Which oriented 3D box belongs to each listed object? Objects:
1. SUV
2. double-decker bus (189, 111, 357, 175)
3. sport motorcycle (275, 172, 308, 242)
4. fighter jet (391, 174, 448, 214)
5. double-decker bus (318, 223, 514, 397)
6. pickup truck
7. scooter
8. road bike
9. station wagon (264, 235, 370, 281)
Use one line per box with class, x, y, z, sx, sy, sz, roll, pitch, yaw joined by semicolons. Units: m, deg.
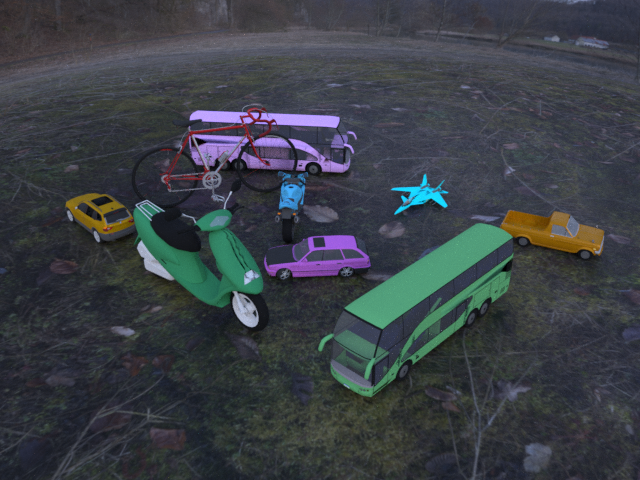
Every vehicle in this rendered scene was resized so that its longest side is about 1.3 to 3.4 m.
SUV;-3.696;-0.471;11.720;0.656;0.580;1.572;-25;38;-36
double-decker bus;-0.929;-1.916;13.745;3.251;1.052;0.756;3;30;6
sport motorcycle;-0.480;-0.594;11.693;0.506;0.821;1.520;2;30;3
fighter jet;1.718;-0.787;12.560;1.147;0.286;1.358;22;37;33
double-decker bus;1.369;0.836;8.994;0.756;1.052;3.251;26;39;37
pickup truck;3.735;-0.159;11.251;1.603;0.511;0.640;13;33;22
scooter;-1.709;0.082;9.562;2.721;1.786;1.288;23;37;35
road bike;-1.822;-1.456;12.348;3.004;1.656;0.697;-10;32;-17
station wagon;-0.049;0.233;10.612;1.597;0.473;0.682;-2;30;-4
